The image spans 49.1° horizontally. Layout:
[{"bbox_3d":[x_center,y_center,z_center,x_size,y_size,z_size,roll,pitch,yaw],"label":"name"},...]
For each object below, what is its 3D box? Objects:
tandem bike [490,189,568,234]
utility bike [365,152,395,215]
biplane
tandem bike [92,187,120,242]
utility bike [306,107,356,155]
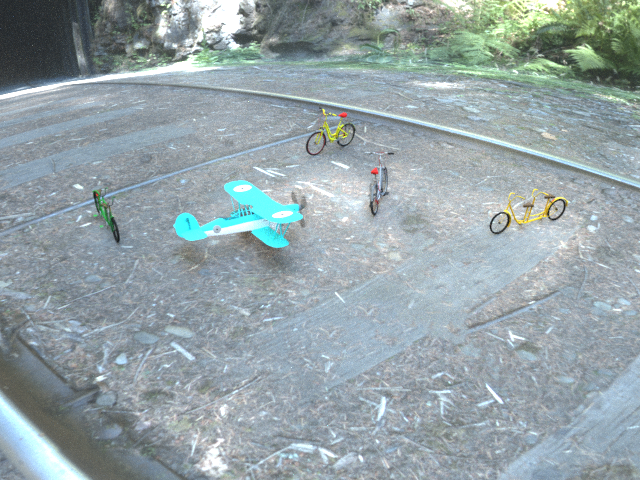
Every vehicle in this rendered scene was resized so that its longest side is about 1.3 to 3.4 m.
[{"bbox_3d":[3.511,-0.525,11.662,1.642,0.682,0.283,-13,31,-22],"label":"tandem bike"},{"bbox_3d":[1.001,-1.065,12.395,0.535,0.946,1.435,7,29,14],"label":"utility bike"},{"bbox_3d":[-1.219,-0.314,10.947,2.120,0.981,2.598,-13,31,-23],"label":"biplane"},{"bbox_3d":[-3.588,-0.531,11.672,0.283,0.682,1.642,-14,31,-25],"label":"tandem bike"},{"bbox_3d":[0.292,-2.314,14.741,1.435,0.946,0.535,-22,35,-35],"label":"utility bike"}]
